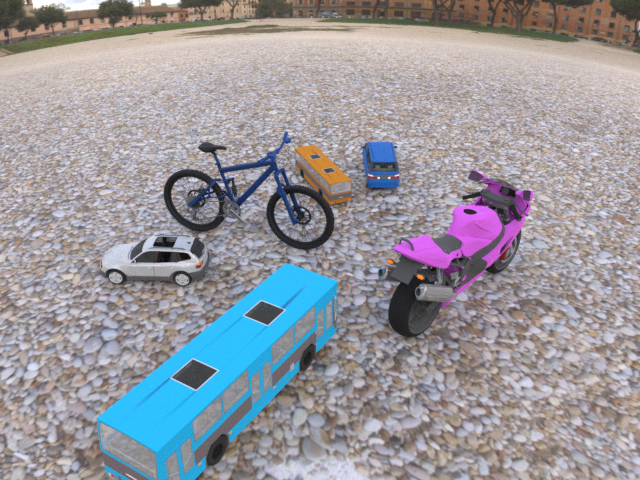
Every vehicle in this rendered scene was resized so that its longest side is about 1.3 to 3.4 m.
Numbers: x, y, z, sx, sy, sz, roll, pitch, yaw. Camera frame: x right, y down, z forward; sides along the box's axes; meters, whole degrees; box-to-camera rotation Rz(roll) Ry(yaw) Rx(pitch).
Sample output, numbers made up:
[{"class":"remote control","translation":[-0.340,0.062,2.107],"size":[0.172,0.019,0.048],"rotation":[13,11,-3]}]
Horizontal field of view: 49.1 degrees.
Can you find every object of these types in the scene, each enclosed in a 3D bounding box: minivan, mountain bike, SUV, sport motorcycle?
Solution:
[{"class":"minivan","translation":[1.123,-1.494,13.024],"size":[0.681,0.616,1.548],"rotation":[0,31,0]},{"class":"mountain bike","translation":[-1.148,-0.734,10.750],"size":[2.857,1.688,1.114],"rotation":[10,33,15]},{"class":"SUV","translation":[-2.406,0.255,10.193],"size":[1.572,0.580,0.656],"rotation":[2,31,3]},{"class":"sport motorcycle","translation":[1.910,0.158,9.376],"size":[0.983,1.596,2.955],"rotation":[27,40,37]}]

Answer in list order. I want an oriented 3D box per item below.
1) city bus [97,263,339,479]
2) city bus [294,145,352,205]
[{"class":"city bus","translation":[-0.956,1.483,7.879],"size":[0.926,0.894,3.255],"rotation":[18,36,27]},{"class":"city bus","translation":[0.033,-1.180,12.659],"size":[0.476,0.460,1.674],"rotation":[-13,34,-20]}]
